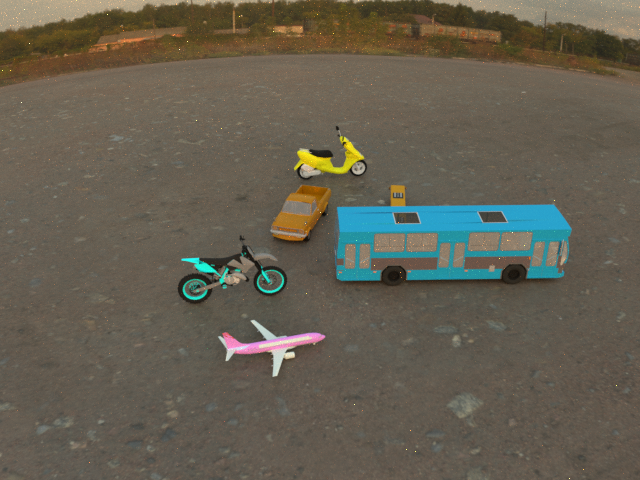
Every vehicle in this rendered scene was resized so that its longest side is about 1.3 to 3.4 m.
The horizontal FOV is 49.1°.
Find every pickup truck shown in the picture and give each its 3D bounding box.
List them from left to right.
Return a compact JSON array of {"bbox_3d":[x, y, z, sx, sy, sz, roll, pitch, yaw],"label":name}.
[{"bbox_3d":[-0.291,-0.513,11.586,0.640,0.511,1.603,8,30,14],"label":"pickup truck"}]

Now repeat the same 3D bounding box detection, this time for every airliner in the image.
[{"bbox_3d":[-0.556,1.200,8.556,1.307,0.429,1.161,-9,30,-15],"label":"airliner"}]

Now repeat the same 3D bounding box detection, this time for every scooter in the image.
[{"bbox_3d":[0.208,-1.593,13.123,1.399,0.919,0.662,-4,29,-8],"label":"scooter"}]

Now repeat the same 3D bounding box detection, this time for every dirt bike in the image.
[{"bbox_3d":[-1.190,0.440,9.494,1.493,0.857,0.527,-5,29,-9],"label":"dirt bike"}]

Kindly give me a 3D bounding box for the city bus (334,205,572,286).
[{"bbox_3d":[1.849,0.071,10.125,3.255,0.894,0.926,-1,29,-1],"label":"city bus"}]

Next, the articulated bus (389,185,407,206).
[{"bbox_3d":[1.303,-0.446,11.694,0.311,0.289,1.749,2,29,4],"label":"articulated bus"}]
